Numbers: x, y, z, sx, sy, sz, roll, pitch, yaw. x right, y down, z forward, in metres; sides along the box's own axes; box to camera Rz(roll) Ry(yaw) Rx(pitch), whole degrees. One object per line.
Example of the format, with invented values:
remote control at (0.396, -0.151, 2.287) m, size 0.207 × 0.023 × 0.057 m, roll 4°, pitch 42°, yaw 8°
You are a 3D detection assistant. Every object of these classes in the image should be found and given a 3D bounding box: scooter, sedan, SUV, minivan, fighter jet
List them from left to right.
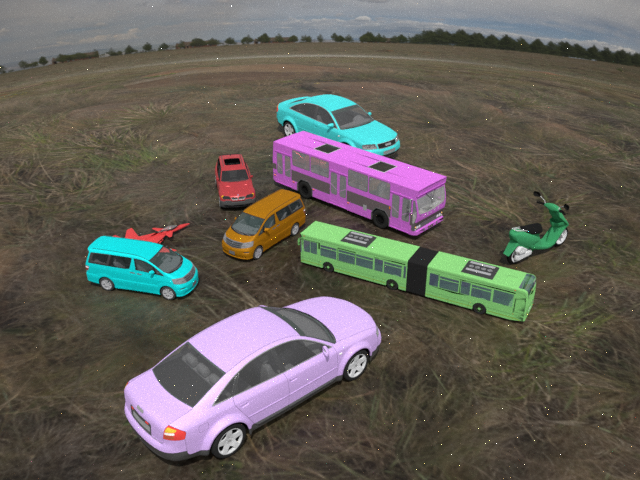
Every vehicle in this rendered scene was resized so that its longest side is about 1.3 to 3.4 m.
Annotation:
minivan at (-2.499, 0.369, 9.861) m, size 1.548 × 0.616 × 0.681 m, roll 7°, pitch 29°, yaw 13°
fighter jet at (-2.595, -0.104, 11.082) m, size 1.147 × 0.286 × 1.358 m, roll 22°, pitch 35°, yaw 35°
SUV at (-1.548, -1.086, 12.592) m, size 0.656 × 0.580 × 1.572 m, roll -6°, pitch 29°, yaw -10°
sedan at (-0.628, 1.306, 7.785) m, size 3.137 × 0.940 × 1.235 m, roll -23°, pitch 36°, yaw -36°
minivan at (-0.879, -0.253, 11.011) m, size 0.681 × 0.616 × 1.548 m, roll 19°, pitch 33°, yaw 30°
sedan at (0.341, -2.470, 14.777) m, size 1.235 × 0.940 × 3.137 m, roll -23°, pitch 36°, yaw -36°
scooter at (3.316, -0.179, 10.556) m, size 1.399 × 0.919 × 0.662 m, roll -18°, pitch 33°, yaw -30°

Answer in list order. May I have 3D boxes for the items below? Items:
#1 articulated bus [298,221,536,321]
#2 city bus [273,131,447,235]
articulated bus at (1.268, 0.395, 9.870) m, size 3.401 × 0.561 × 0.605 m, roll 14°, pitch 32°, yaw 25°
city bus at (0.590, -1.009, 12.119) m, size 3.255 × 0.894 × 0.926 m, roll 24°, pitch 36°, yaw 37°
